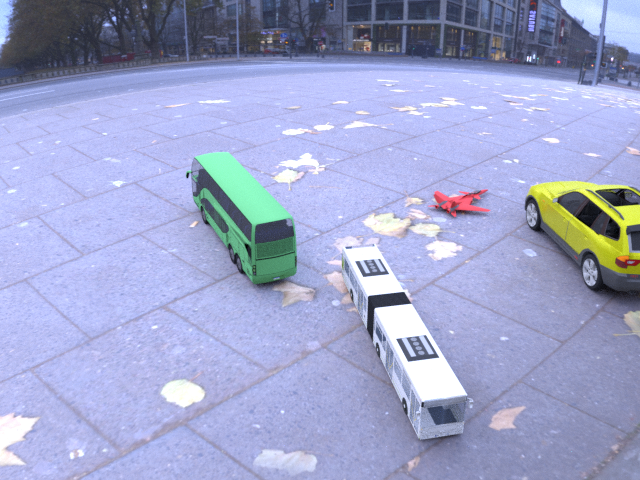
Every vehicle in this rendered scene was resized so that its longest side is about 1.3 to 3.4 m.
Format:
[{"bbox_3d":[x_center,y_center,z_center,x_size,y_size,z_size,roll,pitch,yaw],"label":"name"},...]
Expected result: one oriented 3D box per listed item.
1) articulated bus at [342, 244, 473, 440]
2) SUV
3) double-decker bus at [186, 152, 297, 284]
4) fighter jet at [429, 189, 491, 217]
[{"bbox_3d":[0.876,1.028,8.346,0.605,0.561,3.401,-5,28,-11],"label":"articulated bus"},{"bbox_3d":[4.140,-0.285,10.291,1.276,1.128,3.058,-4,27,-8],"label":"SUV"},{"bbox_3d":[-1.261,-0.459,10.715,0.756,1.052,3.251,-12,29,-22],"label":"double-decker bus"},{"bbox_3d":[2.535,-0.774,12.172,1.358,0.286,1.147,-23,35,-37],"label":"fighter jet"}]
